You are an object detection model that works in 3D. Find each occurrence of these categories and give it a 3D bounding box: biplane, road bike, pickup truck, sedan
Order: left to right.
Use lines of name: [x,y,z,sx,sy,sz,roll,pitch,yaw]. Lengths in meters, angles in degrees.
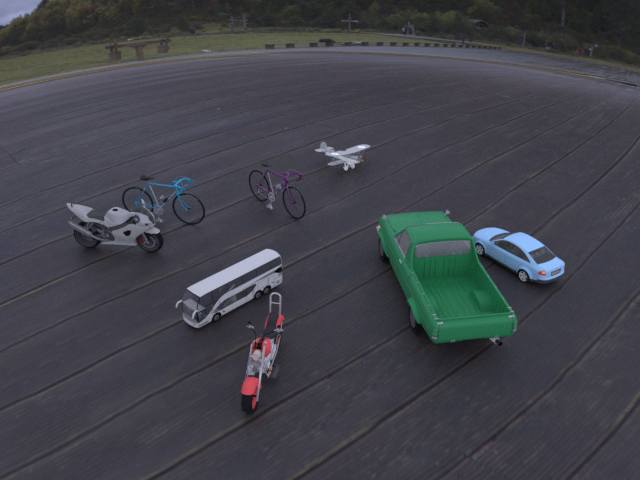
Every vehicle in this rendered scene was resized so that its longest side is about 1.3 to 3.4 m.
road bike: [-2.690,-0.697,11.934,1.545,0.852,0.358,8,31,13]
road bike: [-0.776,-0.924,12.332,0.358,0.852,1.545,-25,38,-37]
biplane: [0.437,-1.710,14.056,1.090,0.504,1.336,22,36,33]
pickup truck: [1.688,0.363,9.939,1.244,0.993,3.117,-4,30,-8]
sedan: [3.029,0.152,10.821,0.635,0.483,1.613,-18,34,-28]

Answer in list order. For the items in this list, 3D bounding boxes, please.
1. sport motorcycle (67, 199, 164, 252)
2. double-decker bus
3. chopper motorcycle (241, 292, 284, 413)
sport motorcycle: [-3.239,-0.209,11.111,1.520,0.821,0.506,4,30,7]
double-decker bus: [-1.230,0.677,9.845,0.389,0.541,1.672,26,38,37]
chopper motorcycle: [-0.691,1.338,8.468,0.466,0.761,1.563,5,30,9]
